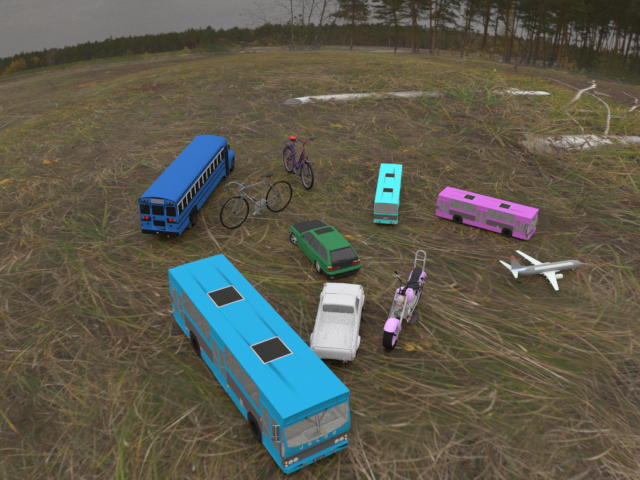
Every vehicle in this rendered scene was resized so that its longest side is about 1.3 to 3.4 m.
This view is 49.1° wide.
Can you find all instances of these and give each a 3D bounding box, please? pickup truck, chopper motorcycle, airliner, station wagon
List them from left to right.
[{"bbox_3d":[0.051,0.038,11.142,0.682,0.473,1.597,-13,32,-22],"label":"station wagon"},{"bbox_3d":[0.247,1.035,9.376,0.640,0.511,1.603,4,30,6],"label":"pickup truck"},{"bbox_3d":[1.163,0.796,9.539,0.466,0.761,1.563,12,32,20],"label":"chopper motorcycle"},{"bbox_3d":[3.437,0.347,10.651,1.307,0.429,1.161,-8,31,-13],"label":"airliner"}]

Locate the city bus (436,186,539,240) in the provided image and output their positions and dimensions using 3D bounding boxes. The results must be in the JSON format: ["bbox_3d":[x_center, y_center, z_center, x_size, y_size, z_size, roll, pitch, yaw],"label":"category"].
[{"bbox_3d":[2.845,-0.451,12.005,1.674,0.460,0.476,17,34,28],"label":"city bus"}]

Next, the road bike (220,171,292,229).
[{"bbox_3d":[-1.087,-0.726,12.089,1.545,0.852,0.358,-23,37,-34],"label":"road bike"}]

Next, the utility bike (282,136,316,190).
[{"bbox_3d":[-0.389,-1.610,13.529,0.535,0.946,1.435,-14,33,-22],"label":"utility bike"}]

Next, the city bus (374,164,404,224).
[{"bbox_3d":[1.240,-0.834,12.669,0.476,0.460,1.674,4,30,7],"label":"city bus"}]

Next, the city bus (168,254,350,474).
[{"bbox_3d":[-0.851,1.351,8.444,0.926,0.894,3.255,-17,34,-27],"label":"city bus"}]

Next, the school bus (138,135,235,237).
[{"bbox_3d":[-2.312,-1.115,12.772,0.709,0.844,3.322,5,30,9],"label":"school bus"}]
